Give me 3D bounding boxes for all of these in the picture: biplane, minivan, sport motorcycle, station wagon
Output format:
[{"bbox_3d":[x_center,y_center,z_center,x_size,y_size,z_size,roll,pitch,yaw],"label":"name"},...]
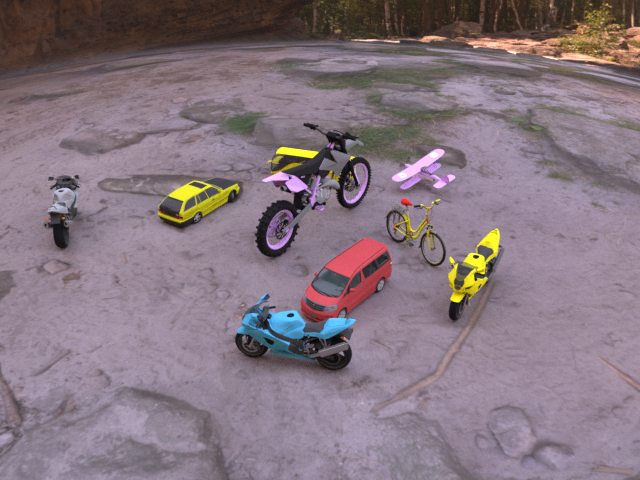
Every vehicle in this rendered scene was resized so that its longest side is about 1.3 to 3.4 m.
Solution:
[{"bbox_3d":[1.928,-1.199,12.861,1.336,0.504,1.090,-25,39,-36],"label":"biplane"},{"bbox_3d":[0.380,0.557,9.791,0.681,0.616,1.548,22,37,32],"label":"minivan"},{"bbox_3d":[-4.160,-0.511,11.390,0.506,0.821,1.520,-4,31,-7],"label":"sport motorcycle"},{"bbox_3d":[2.147,0.474,9.729,0.506,0.821,1.520,18,35,27],"label":"sport motorcycle"},{"bbox_3d":[-0.322,1.170,8.556,1.520,0.821,0.506,7,31,11],"label":"sport motorcycle"},{"bbox_3d":[-2.076,-0.760,12.152,0.682,0.473,1.597,18,35,28],"label":"station wagon"}]

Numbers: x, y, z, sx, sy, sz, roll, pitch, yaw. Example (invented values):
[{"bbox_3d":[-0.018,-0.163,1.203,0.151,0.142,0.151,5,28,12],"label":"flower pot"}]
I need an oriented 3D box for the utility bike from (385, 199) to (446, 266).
[{"bbox_3d":[1.503,-0.246,10.822,0.535,0.946,1.435,-19,36,-29],"label":"utility bike"}]

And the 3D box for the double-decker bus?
[{"bbox_3d":[-0.154,-1.372,13.118,1.672,0.541,0.389,10,32,16],"label":"double-decker bus"}]

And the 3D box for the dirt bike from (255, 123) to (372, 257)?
[{"bbox_3d":[-0.038,-0.904,11.225,1.024,1.666,2.903,22,37,32],"label":"dirt bike"}]
